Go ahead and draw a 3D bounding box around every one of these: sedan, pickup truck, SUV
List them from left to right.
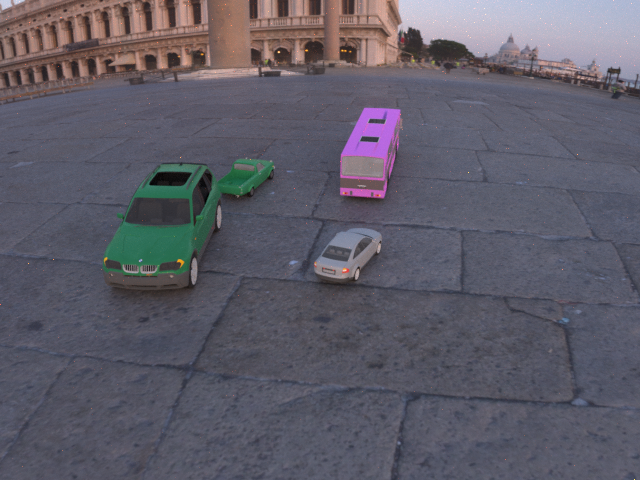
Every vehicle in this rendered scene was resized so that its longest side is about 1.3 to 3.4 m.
[{"bbox_3d":[-2.294,-0.296,10.543,1.276,1.128,3.058,1,26,3],"label":"SUV"},{"bbox_3d":[-1.402,-1.226,13.191,0.640,0.511,1.603,8,27,17],"label":"pickup truck"},{"bbox_3d":[0.447,0.134,10.392,0.635,0.483,1.613,11,28,22],"label":"sedan"}]

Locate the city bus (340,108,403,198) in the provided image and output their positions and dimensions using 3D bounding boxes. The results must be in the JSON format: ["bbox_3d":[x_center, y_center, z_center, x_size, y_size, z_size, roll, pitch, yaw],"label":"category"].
[{"bbox_3d":[1.047,-1.747,13.833,0.926,0.894,3.255,5,26,10],"label":"city bus"}]
